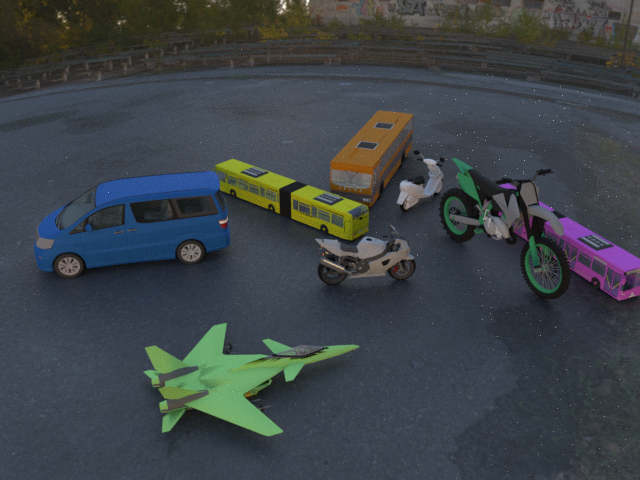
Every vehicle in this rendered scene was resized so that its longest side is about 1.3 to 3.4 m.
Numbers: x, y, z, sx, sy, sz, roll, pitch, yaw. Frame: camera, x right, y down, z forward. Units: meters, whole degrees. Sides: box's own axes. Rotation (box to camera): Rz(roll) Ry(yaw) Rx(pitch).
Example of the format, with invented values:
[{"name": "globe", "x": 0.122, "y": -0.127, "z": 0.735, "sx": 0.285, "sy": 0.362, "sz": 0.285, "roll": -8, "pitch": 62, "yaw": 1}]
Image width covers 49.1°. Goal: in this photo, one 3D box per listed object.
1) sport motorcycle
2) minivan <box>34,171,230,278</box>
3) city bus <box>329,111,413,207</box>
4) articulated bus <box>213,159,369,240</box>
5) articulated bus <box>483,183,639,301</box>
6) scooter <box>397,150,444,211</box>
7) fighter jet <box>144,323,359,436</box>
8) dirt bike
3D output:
[{"name": "sport motorcycle", "x": 0.687, "y": 0.265, "z": 10.376, "sx": 1.520, "sy": 0.821, "sz": 0.506, "roll": -3, "pitch": 28, "yaw": -6}, {"name": "minivan", "x": -2.963, "y": -0.304, "z": 11.051, "sx": 3.011, "sy": 1.197, "sz": 1.324, "roll": -6, "pitch": 28, "yaw": -12}, {"name": "city bus", "x": 1.093, "y": -1.657, "z": 13.937, "sx": 0.926, "sy": 0.894, "sz": 3.255, "roll": 9, "pitch": 29, "yaw": 17}, {"name": "articulated bus", "x": -0.602, "y": -0.779, "z": 12.631, "sx": 3.401, "sy": 0.561, "sz": 0.605, "roll": 22, "pitch": 35, "yaw": 36}, {"name": "articulated bus", "x": 3.810, "y": -0.082, "z": 11.311, "sx": 0.605, "sy": 0.561, "sz": 3.401, "roll": -12, "pitch": 30, "yaw": -21}, {"name": "scooter", "x": 1.882, "y": -1.101, "z": 12.859, "sx": 0.662, "sy": 0.919, "sz": 1.399, "roll": 23, "pitch": 35, "yaw": 36}, {"name": "fighter jet", "x": -0.717, "y": 1.445, "z": 8.423, "sx": 2.640, "sy": 0.557, "sz": 2.229, "roll": -11, "pitch": 30, "yaw": -20}, {"name": "dirt bike", "x": 2.760, "y": -0.337, "z": 10.611, "sx": 1.024, "sy": 1.666, "sz": 2.903, "roll": -14, "pitch": 31, "yaw": -24}]
